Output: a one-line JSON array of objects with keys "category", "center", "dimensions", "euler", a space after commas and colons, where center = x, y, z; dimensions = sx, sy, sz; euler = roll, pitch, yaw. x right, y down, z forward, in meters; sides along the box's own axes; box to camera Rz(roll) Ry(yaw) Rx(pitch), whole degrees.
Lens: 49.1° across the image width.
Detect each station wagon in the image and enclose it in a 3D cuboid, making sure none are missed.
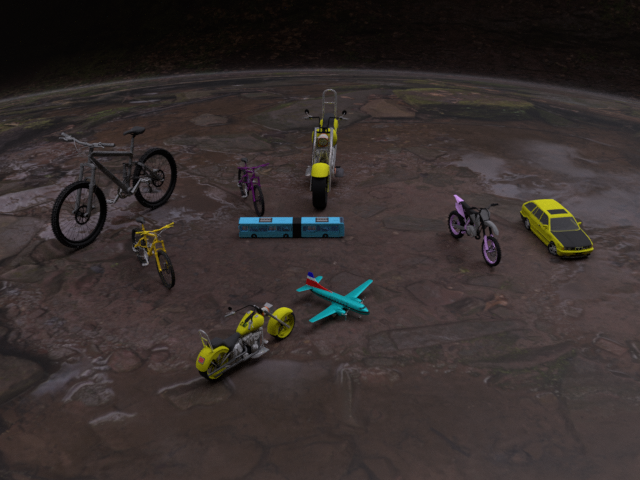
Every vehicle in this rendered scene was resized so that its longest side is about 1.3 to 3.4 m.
[{"category": "station wagon", "center": [3.846, -0.236, 11.396], "dimensions": [0.682, 0.473, 1.597], "euler": [-4, 27, -8]}]

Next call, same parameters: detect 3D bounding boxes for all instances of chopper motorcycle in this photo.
[{"category": "chopper motorcycle", "center": [0.091, -1.811, 13.410], "dimensions": [0.906, 1.480, 3.040], "euler": [2, 27, 4]}, {"category": "chopper motorcycle", "center": [-0.860, 1.104, 8.411], "dimensions": [0.466, 0.761, 1.563], "euler": [21, 33, 35]}]

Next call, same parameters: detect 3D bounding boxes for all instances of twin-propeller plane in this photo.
[{"category": "twin-propeller plane", "center": [0.228, 0.754, 9.500], "dimensions": [1.095, 0.407, 1.370], "euler": [20, 33, 34]}]

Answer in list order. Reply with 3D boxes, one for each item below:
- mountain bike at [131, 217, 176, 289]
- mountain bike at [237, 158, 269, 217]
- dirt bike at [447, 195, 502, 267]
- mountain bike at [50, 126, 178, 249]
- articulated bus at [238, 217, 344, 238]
[{"category": "mountain bike", "center": [-2.475, 0.117, 10.255], "dimensions": [0.573, 0.868, 1.469], "euler": [-18, 32, -31]}, {"category": "mountain bike", "center": [-1.246, -1.012, 12.501], "dimensions": [0.573, 0.868, 1.469], "euler": [-10, 28, -20]}, {"category": "dirt bike", "center": [2.417, -0.213, 10.924], "dimensions": [0.527, 0.857, 1.493], "euler": [-9, 28, -18]}, {"category": "mountain bike", "center": [-3.355, -1.016, 11.597], "dimensions": [1.114, 1.688, 2.857], "euler": [14, 30, 26]}, {"category": "articulated bus", "center": [-0.477, -0.210, 11.551], "dimensions": [1.749, 0.289, 0.311], "euler": [0, 27, 0]}]
